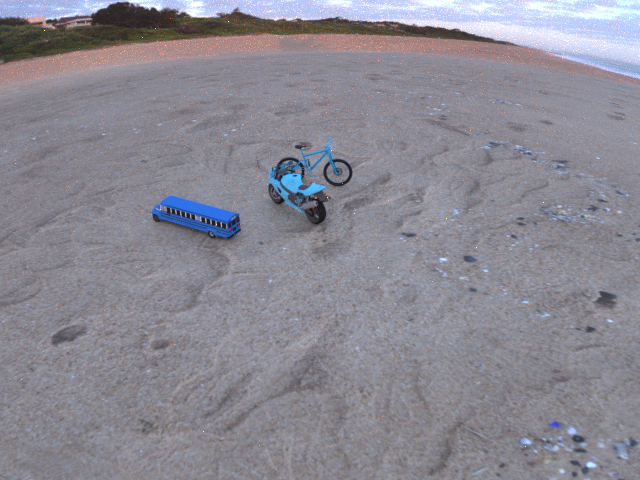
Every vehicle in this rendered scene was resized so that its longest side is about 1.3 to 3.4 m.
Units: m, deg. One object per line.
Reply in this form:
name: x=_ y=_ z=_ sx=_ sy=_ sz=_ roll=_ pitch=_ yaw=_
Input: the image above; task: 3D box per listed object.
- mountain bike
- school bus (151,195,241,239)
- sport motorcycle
mountain bike: x=-0.114 y=-1.435 z=13.268 sx=1.469 sy=0.868 sz=0.573 roll=2 pitch=30 yaw=4
school bus: x=-2.149 y=-0.405 z=11.903 sx=1.708 sy=0.434 sz=0.365 roll=15 pitch=33 yaw=25
sport motorcycle: x=-0.415 y=-0.839 z=12.271 sx=0.506 sy=0.821 sz=1.520 roll=-24 pitch=38 yaw=-36
